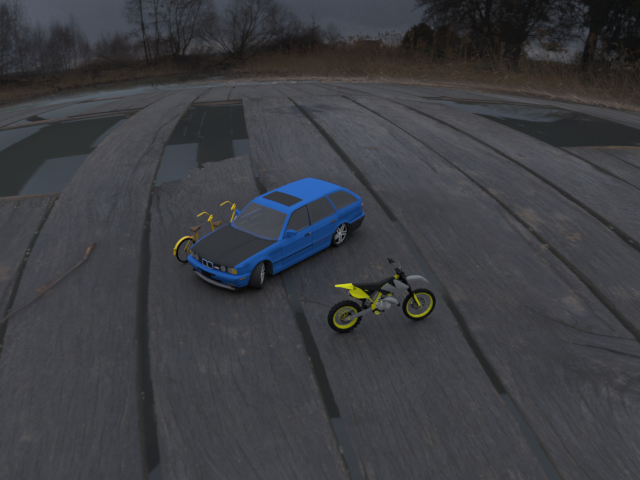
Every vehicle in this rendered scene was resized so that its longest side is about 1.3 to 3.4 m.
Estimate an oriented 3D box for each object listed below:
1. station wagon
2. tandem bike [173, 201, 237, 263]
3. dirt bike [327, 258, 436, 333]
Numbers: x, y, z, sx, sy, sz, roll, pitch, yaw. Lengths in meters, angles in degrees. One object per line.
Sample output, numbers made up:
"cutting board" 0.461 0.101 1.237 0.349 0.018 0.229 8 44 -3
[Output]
"station wagon" -0.625 -0.213 10.926 1.327 0.920 3.105 20 32 35
"tandem bike" -1.683 -0.164 11.099 0.283 0.682 1.642 20 32 35
"dirt bike" 0.811 0.738 9.014 1.493 0.857 0.527 -7 27 -15
